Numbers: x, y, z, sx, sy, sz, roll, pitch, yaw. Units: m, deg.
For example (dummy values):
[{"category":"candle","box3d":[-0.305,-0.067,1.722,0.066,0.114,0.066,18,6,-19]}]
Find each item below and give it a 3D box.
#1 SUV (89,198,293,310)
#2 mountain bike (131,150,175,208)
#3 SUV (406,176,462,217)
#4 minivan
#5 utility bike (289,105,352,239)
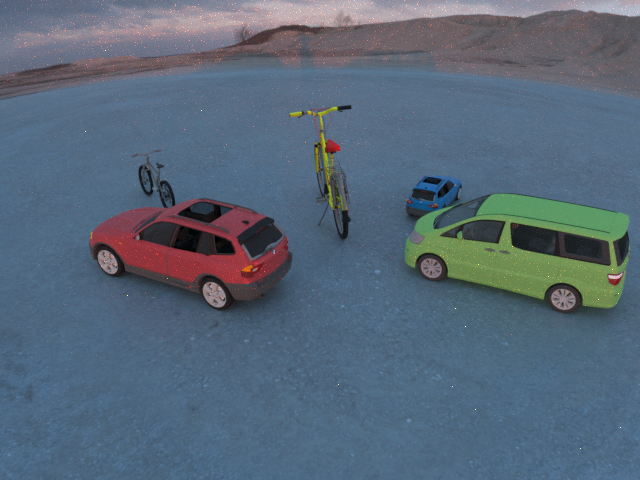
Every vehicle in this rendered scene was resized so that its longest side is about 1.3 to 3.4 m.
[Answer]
[{"category":"SUV","box3d":[-1.882,0.010,9.922,3.058,1.128,1.276,14,30,25]},{"category":"mountain bike","box3d":[-2.901,-1.057,12.332,0.573,0.868,1.469,-18,32,-31]},{"category":"SUV","box3d":[2.006,-0.843,12.226,0.656,0.580,1.572,13,29,23]},{"category":"minivan","box3d":[2.700,0.036,9.794,3.011,1.197,1.324,13,30,24]},{"category":"utility bike","box3d":[0.068,-1.213,11.561,1.039,1.839,2.791,-4,27,-9]}]
